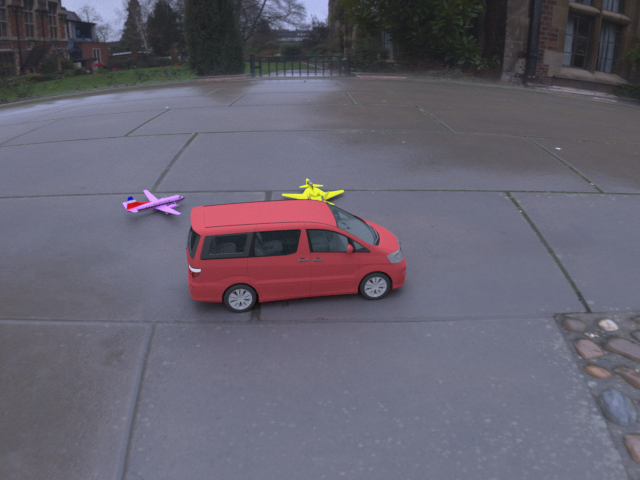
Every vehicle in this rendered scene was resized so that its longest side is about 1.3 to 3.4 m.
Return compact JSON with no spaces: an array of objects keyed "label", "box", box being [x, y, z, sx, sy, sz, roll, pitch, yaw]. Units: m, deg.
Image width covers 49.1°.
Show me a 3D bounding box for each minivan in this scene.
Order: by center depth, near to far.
[{"label":"minivan","box":[-0.309,0.122,9.603,3.011,1.197,1.324,-4,26,-9]}]

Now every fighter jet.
[{"label":"fighter jet","box":[-0.143,-0.976,12.929,1.147,0.286,1.358,-4,26,-9]}]

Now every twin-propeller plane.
[{"label":"twin-propeller plane","box":[-2.844,-0.670,12.156,1.095,0.407,1.370,-18,31,-33]}]
